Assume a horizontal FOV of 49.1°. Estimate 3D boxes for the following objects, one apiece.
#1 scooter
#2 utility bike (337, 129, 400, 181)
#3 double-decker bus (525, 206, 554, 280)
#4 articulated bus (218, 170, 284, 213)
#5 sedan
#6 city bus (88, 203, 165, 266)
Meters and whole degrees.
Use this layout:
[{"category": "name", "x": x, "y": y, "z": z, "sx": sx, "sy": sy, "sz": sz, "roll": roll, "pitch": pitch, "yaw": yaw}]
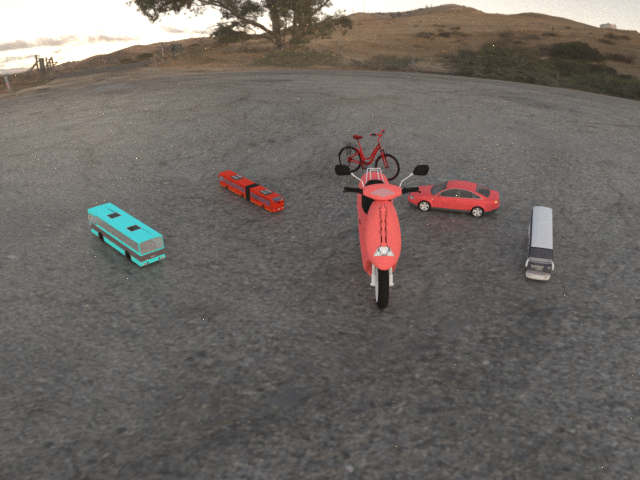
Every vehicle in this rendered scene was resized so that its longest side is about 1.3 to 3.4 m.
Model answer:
[{"category": "scooter", "x": 0.841, "y": -0.362, "z": 10.143, "sx": 1.288, "sy": 1.786, "sz": 2.721, "roll": 0, "pitch": 27, "yaw": 0}, {"category": "utility bike", "x": 0.966, "y": -1.727, "z": 13.780, "sx": 1.435, "sy": 0.946, "sz": 0.535, "roll": 16, "pitch": 31, "yaw": 29}, {"category": "double-decker bus", "x": 3.368, "y": 0.045, "z": 10.718, "sx": 0.389, "sy": 0.541, "sz": 1.672, "roll": 7, "pitch": 28, "yaw": 14}, {"category": "articulated bus", "x": -1.285, "y": -0.909, "z": 12.888, "sx": 0.311, "sy": 0.289, "sz": 1.749, "roll": -21, "pitch": 33, "yaw": -35}, {"category": "sedan", "x": 2.373, "y": -0.787, "z": 12.431, "sx": 1.613, "sy": 0.483, "sz": 0.635, "roll": 7, "pitch": 28, "yaw": 14}, {"category": "city bus", "x": -3.078, "y": -0.085, "z": 11.066, "sx": 0.476, "sy": 0.460, "sz": 1.674, "roll": -22, "pitch": 34, "yaw": -37}]
